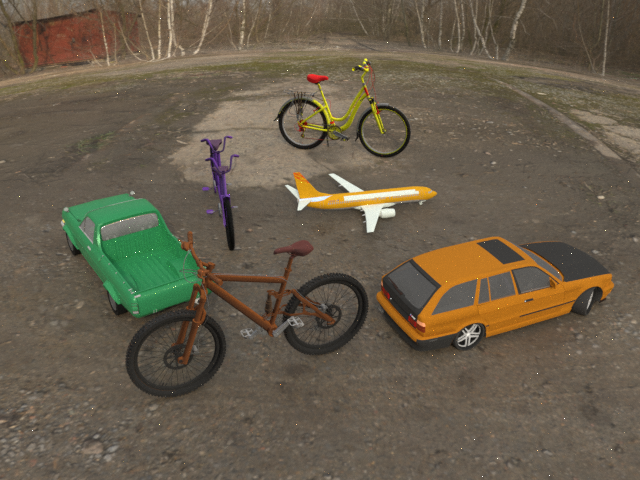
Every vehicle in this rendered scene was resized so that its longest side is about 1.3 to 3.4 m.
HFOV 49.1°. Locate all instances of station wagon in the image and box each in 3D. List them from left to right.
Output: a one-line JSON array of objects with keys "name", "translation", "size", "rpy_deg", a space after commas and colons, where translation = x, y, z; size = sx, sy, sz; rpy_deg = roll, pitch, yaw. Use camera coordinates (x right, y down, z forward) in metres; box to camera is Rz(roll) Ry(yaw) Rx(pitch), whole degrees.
[{"name": "station wagon", "translation": [2.318, 0.515, 8.995], "size": [3.105, 0.920, 1.327], "rpy_deg": [-12, 31, -20]}]

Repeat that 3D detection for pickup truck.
[{"name": "pickup truck", "translation": [-2.631, 0.062, 9.737], "size": [1.244, 0.993, 3.117], "rpy_deg": [-18, 34, -29]}]

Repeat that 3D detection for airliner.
[{"name": "airliner", "translation": [0.761, -0.847, 11.535], "size": [2.541, 0.835, 2.257], "rpy_deg": [-7, 30, -13]}]

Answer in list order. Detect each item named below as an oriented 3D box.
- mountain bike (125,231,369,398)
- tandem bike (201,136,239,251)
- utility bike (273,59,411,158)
[{"name": "mountain bike", "translation": [-0.735, 0.787, 7.717], "size": [2.857, 1.688, 1.114], "rpy_deg": [-12, 31, -21]}, {"name": "tandem bike", "translation": [-1.620, -1.031, 11.361], "size": [0.550, 1.326, 3.192], "rpy_deg": [-6, 30, -11]}, {"name": "utility bike", "translation": [0.433, -2.610, 13.674], "size": [2.791, 1.839, 1.039], "rpy_deg": [8, 30, 14]}]
